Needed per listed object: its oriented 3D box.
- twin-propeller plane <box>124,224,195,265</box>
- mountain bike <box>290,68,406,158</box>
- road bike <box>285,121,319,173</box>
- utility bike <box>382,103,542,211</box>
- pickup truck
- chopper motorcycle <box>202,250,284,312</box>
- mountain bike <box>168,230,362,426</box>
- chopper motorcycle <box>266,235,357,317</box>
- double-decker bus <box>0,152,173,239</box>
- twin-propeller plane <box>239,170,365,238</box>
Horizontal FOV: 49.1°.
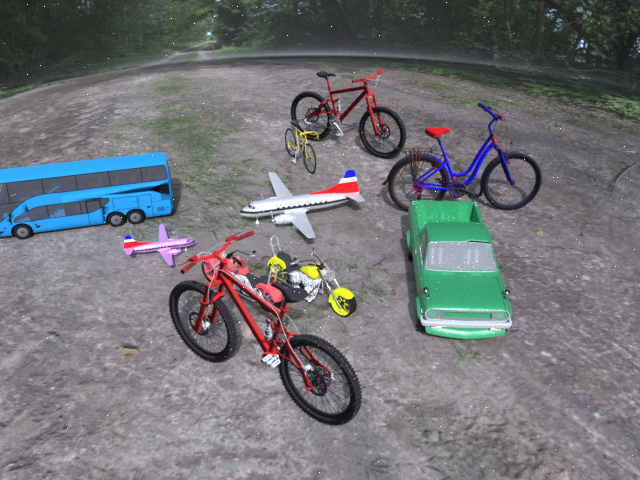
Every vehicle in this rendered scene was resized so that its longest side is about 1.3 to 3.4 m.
[{"bbox_3d":[-2.498,0.044,10.894,1.095,0.407,1.370,-8,30,-15],"label":"twin-propeller plane"},{"bbox_3d":[0.536,-2.692,14.552,2.857,1.688,1.114,19,34,30],"label":"mountain bike"},{"bbox_3d":[-0.402,-1.914,14.002,0.358,0.852,1.545,-13,31,-22],"label":"road bike"},{"bbox_3d":[2.450,-1.381,12.003,2.791,1.839,1.039,-1,29,-3],"label":"utility bike"},{"bbox_3d":[1.905,0.216,9.972,1.244,0.993,3.117,1,29,3],"label":"pickup truck"},{"bbox_3d":[-1.114,0.466,9.757,1.563,0.761,0.466,23,36,36],"label":"chopper motorcycle"},{"bbox_3d":[-0.718,0.983,7.850,2.857,1.688,1.114,20,35,32],"label":"mountain bike"},{"bbox_3d":[-0.135,0.496,9.702,1.563,0.761,0.466,23,36,35],"label":"chopper motorcycle"},{"bbox_3d":[-4.111,-0.735,11.645,3.251,1.052,0.756,-9,30,-15],"label":"double-decker bus"},{"bbox_3d":[-0.333,-0.721,11.889,2.129,0.792,2.663,-8,30,-15],"label":"twin-propeller plane"}]
